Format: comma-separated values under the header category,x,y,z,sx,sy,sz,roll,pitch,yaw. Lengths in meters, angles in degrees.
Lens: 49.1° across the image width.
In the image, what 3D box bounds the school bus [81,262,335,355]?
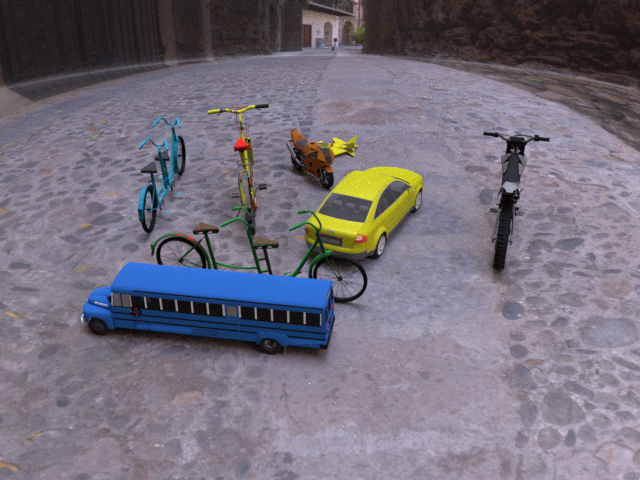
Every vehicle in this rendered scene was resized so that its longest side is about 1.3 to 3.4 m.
category,x,y,z,sx,sy,sz,roll,pitch,yaw
school bus,-1.489,0.848,9.069,3.322,0.844,0.709,5,29,8

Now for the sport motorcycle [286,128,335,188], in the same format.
category,x,y,z,sx,sy,sz,roll,pitch,yaw
sport motorcycle,-0.164,-1.581,13.478,0.506,0.821,1.520,-16,33,-27

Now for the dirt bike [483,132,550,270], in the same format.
category,x,y,z,sx,sy,sz,roll,pitch,yaw
dirt bike,3.015,-0.798,11.193,1.024,1.666,2.903,8,30,14

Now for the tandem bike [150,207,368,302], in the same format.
category,x,y,z,sx,sy,sz,roll,pitch,yaw
tandem bike,-0.902,0.171,9.796,3.192,1.326,0.550,6,30,11

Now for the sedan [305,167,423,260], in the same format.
category,x,y,z,sx,sy,sz,roll,pitch,yaw
sedan,0.824,-0.653,11.681,1.235,0.940,3.137,13,32,23

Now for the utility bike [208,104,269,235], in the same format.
category,x,y,z,sx,sy,sz,roll,pitch,yaw
utility bike,-1.344,-1.310,11.940,1.039,1.839,2.791,-3,29,-5

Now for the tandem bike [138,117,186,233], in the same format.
category,x,y,z,sx,sy,sz,roll,pitch,yaw
tandem bike,-2.790,-1.293,12.438,0.550,1.326,3.192,1,29,2

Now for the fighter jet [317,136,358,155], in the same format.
category,x,y,z,sx,sy,sz,roll,pitch,yaw
fighter jet,0.111,-2.040,14.858,1.358,0.286,1.147,5,29,9
